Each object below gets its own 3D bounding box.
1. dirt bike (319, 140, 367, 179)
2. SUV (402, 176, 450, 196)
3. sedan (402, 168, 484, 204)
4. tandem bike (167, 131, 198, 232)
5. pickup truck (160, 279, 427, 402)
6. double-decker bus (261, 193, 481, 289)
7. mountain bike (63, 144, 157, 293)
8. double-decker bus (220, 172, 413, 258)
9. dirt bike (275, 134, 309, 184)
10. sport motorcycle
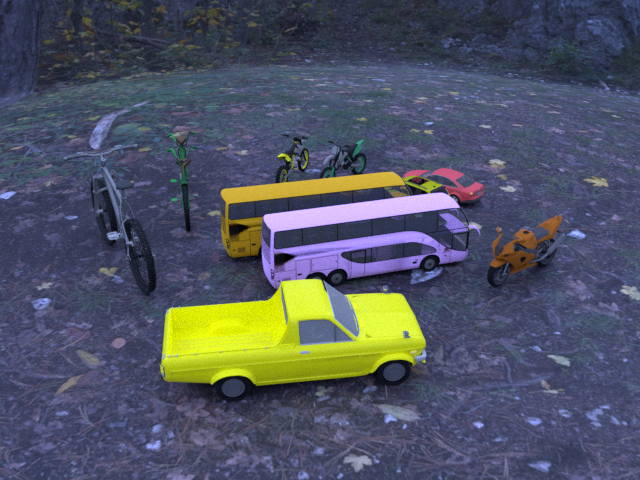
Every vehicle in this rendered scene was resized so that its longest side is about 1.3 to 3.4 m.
[{"bbox_3d":[0.463,-1.507,13.536,0.527,0.857,1.493,20,33,34],"label":"dirt bike"},{"bbox_3d":[1.606,-0.861,12.584,0.656,0.580,1.572,-24,36,-39],"label":"SUV"},{"bbox_3d":[2.272,-1.077,13.109,1.613,0.483,0.635,21,34,34],"label":"sedan"},{"bbox_3d":[-2.459,-1.298,12.620,0.550,1.326,3.192,-5,28,-10],"label":"tandem bike"},{"bbox_3d":[-0.320,1.088,8.349,3.117,0.993,1.244,-4,28,-8],"label":"pickup truck"},{"bbox_3d":[0.753,-0.012,10.421,3.251,1.052,0.756,-8,28,-15],"label":"double-decker bus"},{"bbox_3d":[-3.014,-0.390,10.461,1.114,1.688,2.857,-15,31,-27],"label":"mountain bike"},{"bbox_3d":[0.041,-0.419,11.212,3.251,1.052,0.756,-7,28,-14],"label":"double-decker bus"},{"bbox_3d":[-0.537,-1.581,13.681,0.527,0.857,1.493,11,29,20],"label":"dirt bike"},{"bbox_3d":[3.032,0.150,10.359,1.520,0.821,0.506,-19,33,-32],"label":"sport motorcycle"}]
